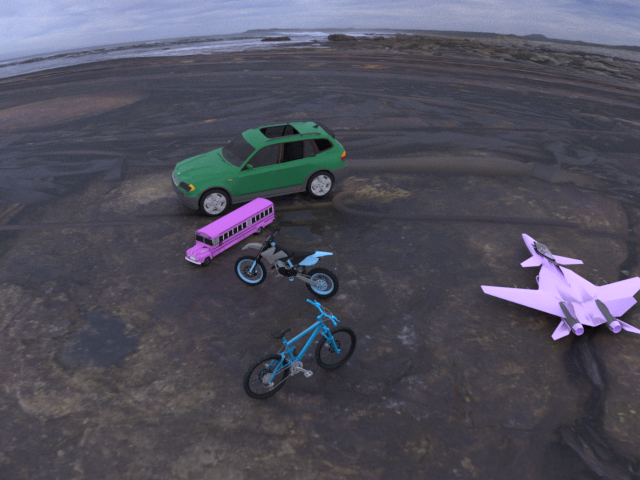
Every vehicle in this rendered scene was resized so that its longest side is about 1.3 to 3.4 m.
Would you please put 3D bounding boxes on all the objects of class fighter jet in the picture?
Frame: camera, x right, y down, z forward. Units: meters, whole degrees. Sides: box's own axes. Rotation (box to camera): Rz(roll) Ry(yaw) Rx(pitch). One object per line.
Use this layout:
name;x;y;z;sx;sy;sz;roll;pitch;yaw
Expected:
fighter jet;3.262;0.387;9.565;2.229;0.557;2.640;-3;29;-5

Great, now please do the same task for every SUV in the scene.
SUV;-1.026;-1.322;12.083;3.058;1.128;1.276;-11;31;-20

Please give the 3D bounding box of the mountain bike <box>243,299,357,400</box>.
mountain bike;-0.196;1.224;7.718;1.469;0.868;0.573;-18;33;-29

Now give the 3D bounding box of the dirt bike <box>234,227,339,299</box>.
dirt bike;-0.464;0.331;9.355;1.493;0.857;0.527;8;30;15

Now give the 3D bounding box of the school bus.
school bus;-1.357;-0.138;10.648;0.365;0.434;1.708;19;34;31
